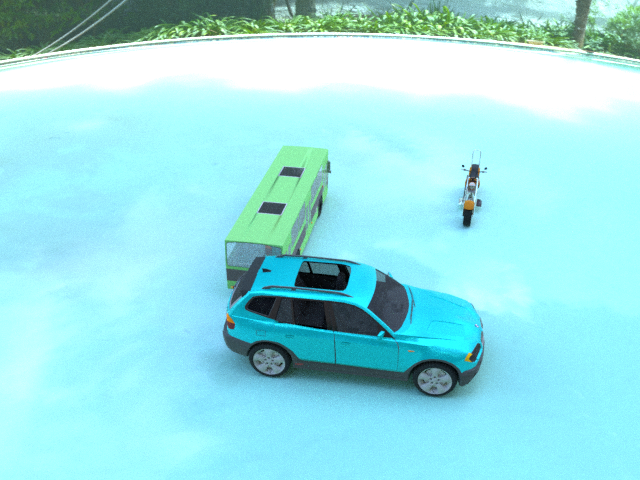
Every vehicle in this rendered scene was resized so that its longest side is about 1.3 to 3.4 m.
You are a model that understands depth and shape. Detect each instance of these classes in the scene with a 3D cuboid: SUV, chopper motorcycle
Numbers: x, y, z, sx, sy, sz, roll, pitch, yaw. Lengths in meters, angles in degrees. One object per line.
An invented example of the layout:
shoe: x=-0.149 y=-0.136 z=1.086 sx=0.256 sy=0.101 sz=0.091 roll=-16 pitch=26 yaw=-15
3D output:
SUV: x=0.393 y=0.898 z=8.219 sx=3.058 sy=1.128 sz=1.276 roll=5 pitch=31 yaw=9
chopper motorcycle: x=2.512 y=-0.879 z=11.577 sx=0.466 sy=0.761 sz=1.563 roll=8 pitch=31 yaw=12

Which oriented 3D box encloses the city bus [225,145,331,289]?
city bus: x=-0.550 y=-0.377 z=10.599 sx=0.926 sy=0.894 sz=3.255 roll=6 pitch=31 yaw=10
